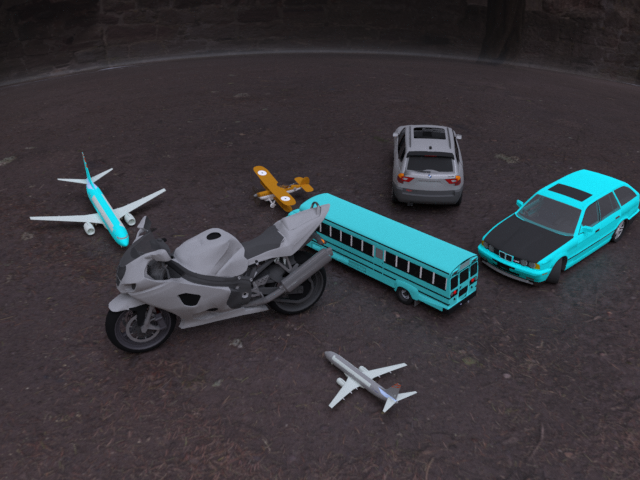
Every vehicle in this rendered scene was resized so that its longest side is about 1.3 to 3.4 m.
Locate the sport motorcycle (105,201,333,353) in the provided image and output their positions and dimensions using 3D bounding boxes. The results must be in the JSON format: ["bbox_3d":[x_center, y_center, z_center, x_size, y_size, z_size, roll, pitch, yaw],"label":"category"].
[{"bbox_3d":[-1.218,0.455,8.718,2.955,1.596,0.983,-13,31,-22],"label":"sport motorcycle"}]

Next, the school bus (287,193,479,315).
[{"bbox_3d":[0.705,0.078,10.171,3.322,0.844,0.709,25,38,38],"label":"school bus"}]

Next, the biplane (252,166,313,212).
[{"bbox_3d":[-0.652,-0.860,12.209,1.090,0.504,1.336,-16,33,-26],"label":"biplane"}]

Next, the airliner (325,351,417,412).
[{"bbox_3d":[0.470,1.508,8.024,1.161,0.429,1.307,-21,36,-33],"label":"airliner"}]

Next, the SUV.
[{"bbox_3d":[1.964,-1.586,12.874,1.276,1.128,3.058,3,29,5],"label":"SUV"}]

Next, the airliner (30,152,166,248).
[{"bbox_3d":[-3.568,-0.660,11.510,2.257,0.835,2.541,-15,32,-25],"label":"airliner"}]

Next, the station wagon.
[{"bbox_3d":[3.740,-0.313,10.796,3.105,0.920,1.327,-24,37,-36],"label":"station wagon"}]
